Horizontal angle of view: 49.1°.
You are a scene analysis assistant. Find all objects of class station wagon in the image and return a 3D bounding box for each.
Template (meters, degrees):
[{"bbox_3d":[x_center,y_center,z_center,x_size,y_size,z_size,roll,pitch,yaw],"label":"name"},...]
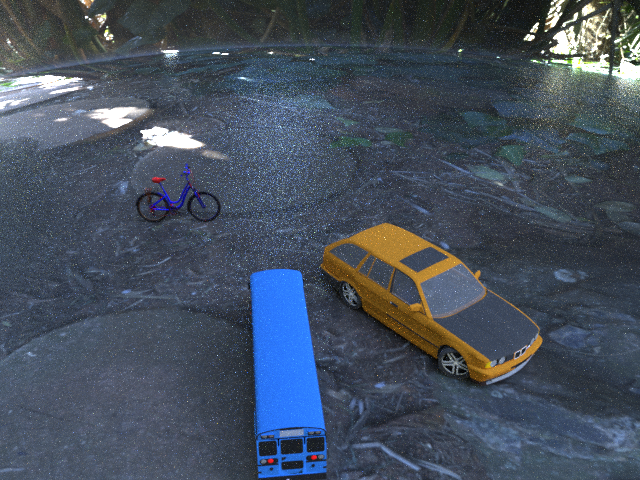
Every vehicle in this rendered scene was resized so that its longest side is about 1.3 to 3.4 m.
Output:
[{"bbox_3d":[1.357,0.655,9.013,1.327,0.920,3.105,-22,36,-33],"label":"station wagon"}]

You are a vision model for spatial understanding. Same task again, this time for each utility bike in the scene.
[{"bbox_3d":[-2.346,-0.745,11.426,1.435,0.946,0.535,0,30,-1],"label":"utility bike"}]

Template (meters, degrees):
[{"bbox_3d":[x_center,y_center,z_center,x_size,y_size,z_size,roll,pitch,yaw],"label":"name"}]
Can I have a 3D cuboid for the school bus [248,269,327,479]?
[{"bbox_3d":[-0.437,1.277,8.008,0.709,0.844,3.322,-3,30,-5],"label":"school bus"}]
